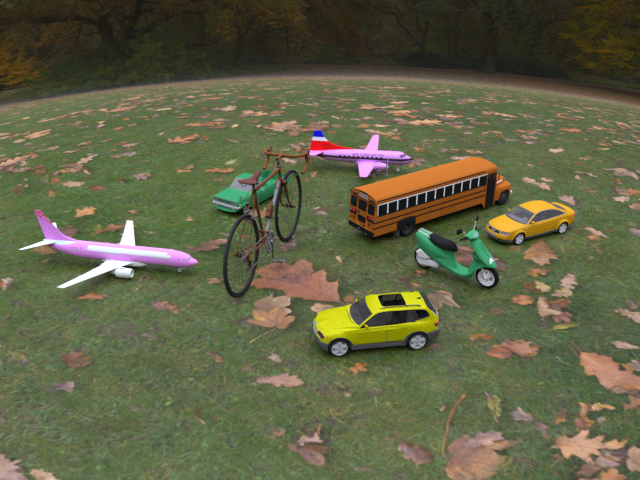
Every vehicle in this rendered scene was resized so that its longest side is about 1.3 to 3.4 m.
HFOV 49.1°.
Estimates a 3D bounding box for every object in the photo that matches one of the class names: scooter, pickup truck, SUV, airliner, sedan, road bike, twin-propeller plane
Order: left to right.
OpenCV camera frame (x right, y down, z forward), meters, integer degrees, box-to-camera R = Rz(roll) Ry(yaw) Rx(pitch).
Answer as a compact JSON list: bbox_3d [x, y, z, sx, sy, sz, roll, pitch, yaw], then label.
[{"bbox_3d":[-3.044,0.022,10.381,2.541,0.835,2.257,5,26,9],"label":"airliner"},{"bbox_3d":[-1.235,-0.949,12.774,0.640,0.511,1.603,16,30,30],"label":"pickup truck"},{"bbox_3d":[-0.782,-0.387,10.283,0.696,1.656,3.004,8,27,16],"label":"road bike"},{"bbox_3d":[0.838,-1.807,14.233,2.129,0.792,2.663,4,26,8],"label":"twin-propeller plane"},{"bbox_3d":[0.694,0.991,8.659,1.572,0.580,0.656,-4,26,-8],"label":"SUV"},{"bbox_3d":[1.944,0.126,10.067,1.399,0.919,0.662,18,31,33],"label":"scooter"},{"bbox_3d":[3.474,-0.343,11.546,1.613,0.483,0.635,-13,28,-24],"label":"sedan"}]

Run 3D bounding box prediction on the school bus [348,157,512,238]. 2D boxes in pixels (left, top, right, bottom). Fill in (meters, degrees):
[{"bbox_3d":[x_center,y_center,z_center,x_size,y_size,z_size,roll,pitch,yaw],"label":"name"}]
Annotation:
[{"bbox_3d":[2.013,-0.788,12.055,3.322,0.844,0.709,-17,30,-31],"label":"school bus"}]
